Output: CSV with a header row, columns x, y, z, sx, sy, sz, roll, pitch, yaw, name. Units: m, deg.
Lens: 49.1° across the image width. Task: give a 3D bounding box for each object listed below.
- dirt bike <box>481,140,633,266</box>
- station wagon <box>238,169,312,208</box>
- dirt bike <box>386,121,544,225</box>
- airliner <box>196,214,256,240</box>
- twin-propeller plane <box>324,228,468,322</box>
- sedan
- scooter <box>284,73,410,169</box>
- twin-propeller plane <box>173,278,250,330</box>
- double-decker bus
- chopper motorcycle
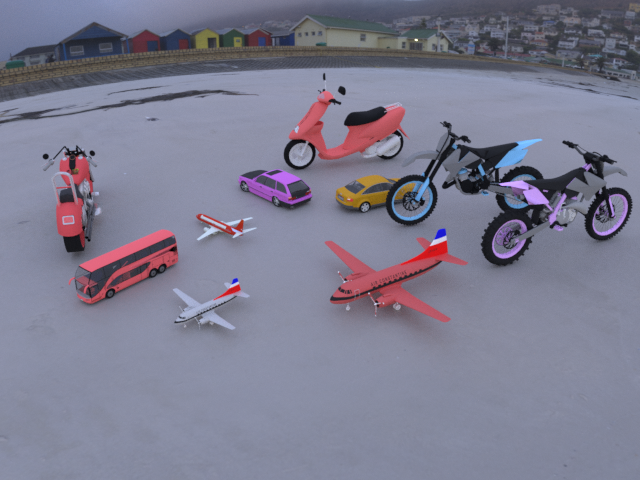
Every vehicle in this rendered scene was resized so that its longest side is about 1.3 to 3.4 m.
x,y,z,sx,sy,sz,roll,pitch,yaw,name
3.738,-0.562,10.764,2.903,1.666,1.024,-12,29,-21,dirt bike
-0.867,-1.050,13.039,0.682,0.473,1.597,-23,35,-38,station wagon
2.517,-1.089,11.801,2.903,1.666,1.024,-6,28,-12,dirt bike
-1.670,-0.323,11.659,1.307,0.429,1.161,24,35,38,airliner
1.013,0.418,9.803,2.129,0.792,2.663,-17,32,-30,twin-propeller plane
1.056,-0.915,12.762,1.613,0.483,0.635,-14,30,-25,sedan
0.564,-2.394,14.231,2.721,1.786,1.288,-8,28,-16,scooter
-1.493,0.849,9.380,1.095,0.407,1.370,-23,35,-38,twin-propeller plane
-2.801,0.380,10.155,0.389,0.541,1.672,20,33,34,double-decker bus
-4.078,-0.932,11.697,0.906,1.480,3.040,-6,28,-12,chopper motorcycle
